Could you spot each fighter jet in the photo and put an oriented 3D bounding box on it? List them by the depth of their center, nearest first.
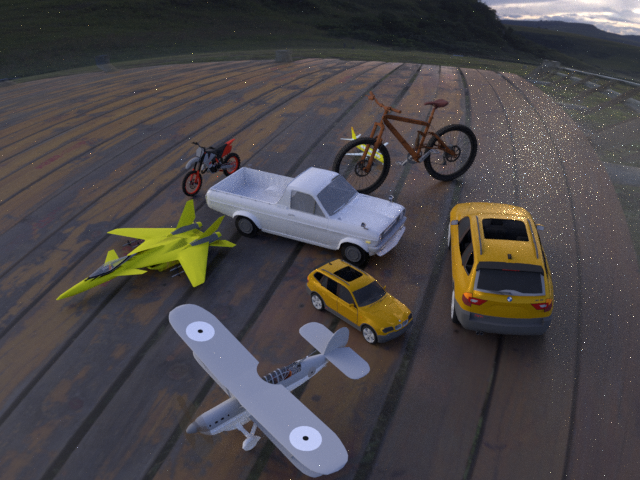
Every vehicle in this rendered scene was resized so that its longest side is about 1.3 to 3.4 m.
[{"bbox_3d":[-2.597,0.185,10.078,2.229,0.557,2.640,25,38,37],"label":"fighter jet"}]

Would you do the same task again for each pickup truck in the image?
[{"bbox_3d":[-0.235,-0.556,10.953,3.117,0.993,1.244,15,32,24],"label":"pickup truck"}]

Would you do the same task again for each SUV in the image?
[{"bbox_3d":[0.489,0.745,9.057,0.656,0.580,1.572,-24,37,-36],"label":"SUV"},{"bbox_3d":[2.420,0.154,9.549,1.276,1.128,3.058,4,30,7],"label":"SUV"}]

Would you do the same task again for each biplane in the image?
[{"bbox_3d":[-0.452,1.526,7.258,2.120,0.981,2.598,-24,37,-35],"label":"biplane"}]

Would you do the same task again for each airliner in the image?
[{"bbox_3d":[0.961,-1.853,13.838,1.161,0.429,1.307,-17,33,-27],"label":"airliner"}]

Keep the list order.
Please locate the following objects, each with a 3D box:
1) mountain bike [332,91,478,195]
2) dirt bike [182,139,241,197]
[{"bbox_3d":[1.541,-1.681,12.246,2.857,1.688,1.114,-11,31,-19],"label":"mountain bike"},{"bbox_3d":[-1.933,-1.354,12.512,0.527,0.857,1.493,19,34,30],"label":"dirt bike"}]
